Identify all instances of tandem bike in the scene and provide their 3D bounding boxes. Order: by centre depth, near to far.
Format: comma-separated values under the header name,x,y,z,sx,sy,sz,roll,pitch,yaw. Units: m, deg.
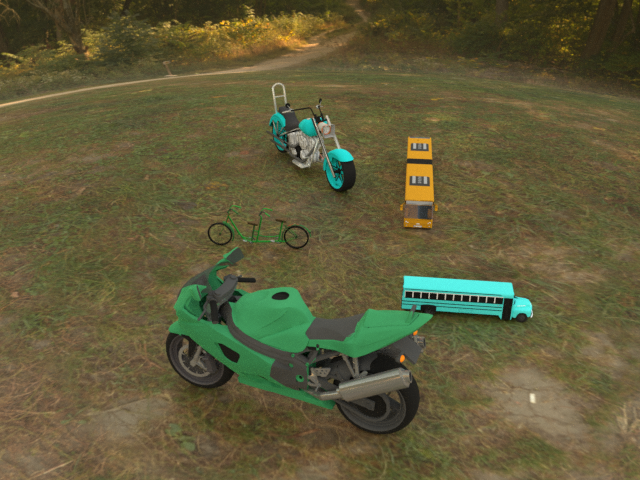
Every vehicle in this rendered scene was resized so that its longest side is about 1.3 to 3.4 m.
name,x,y,z,sx,sy,sz,roll,pitch,yaw
tandem bike,-0.952,-0.192,10.886,1.642,0.682,0.283,2,27,5

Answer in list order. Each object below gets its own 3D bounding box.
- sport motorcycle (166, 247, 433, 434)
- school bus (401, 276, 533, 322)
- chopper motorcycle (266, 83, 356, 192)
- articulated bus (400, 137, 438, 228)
name,x,y,z,sx,sy,sz,roll,pitch,yaw
sport motorcycle,-0.337,1.101,7.273,2.955,1.596,0.983,9,28,18
school bus,1.936,0.768,9.240,1.708,0.434,0.365,3,27,7
chopper motorcycle,-0.203,-2.054,13.723,0.906,1.480,3.040,-14,30,-26
articulated bus,1.821,-1.146,12.932,0.605,0.561,3.401,3,27,7
